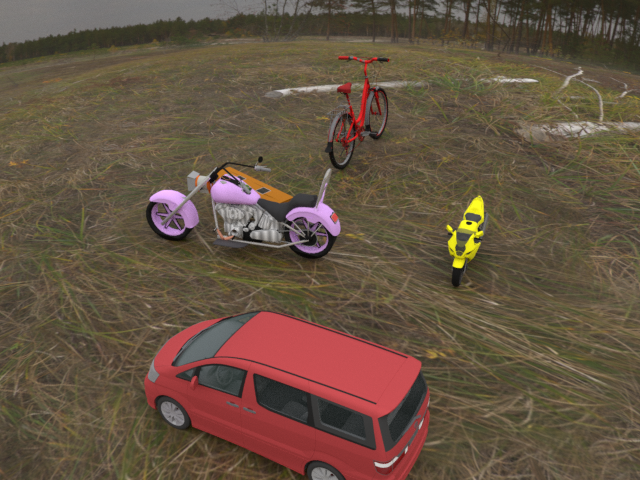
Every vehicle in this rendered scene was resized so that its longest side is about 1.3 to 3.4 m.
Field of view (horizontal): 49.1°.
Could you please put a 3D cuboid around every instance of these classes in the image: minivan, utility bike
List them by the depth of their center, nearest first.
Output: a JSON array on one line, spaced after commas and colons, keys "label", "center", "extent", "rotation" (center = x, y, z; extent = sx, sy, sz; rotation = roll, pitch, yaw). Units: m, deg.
[{"label": "minivan", "center": [-0.419, 1.472, 7.140], "extent": [3.011, 1.197, 1.324], "rotation": [15, 34, 24]}, {"label": "utility bike", "center": [0.667, -2.540, 13.382], "extent": [1.039, 1.839, 2.791], "rotation": [14, 33, 23]}]

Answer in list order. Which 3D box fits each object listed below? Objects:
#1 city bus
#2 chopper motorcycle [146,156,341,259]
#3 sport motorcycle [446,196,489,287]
[{"label": "city bus", "center": [-1.135, -0.708, 11.610], "extent": [0.476, 0.460, 1.674], "rotation": [-26, 39, -37]}, {"label": "chopper motorcycle", "center": [-1.178, -0.521, 10.276], "extent": [3.040, 1.480, 0.906], "rotation": [9, 31, 14]}, {"label": "sport motorcycle", "center": [2.108, 0.009, 10.022], "extent": [0.506, 0.821, 1.520], "rotation": [11, 32, 18]}]
